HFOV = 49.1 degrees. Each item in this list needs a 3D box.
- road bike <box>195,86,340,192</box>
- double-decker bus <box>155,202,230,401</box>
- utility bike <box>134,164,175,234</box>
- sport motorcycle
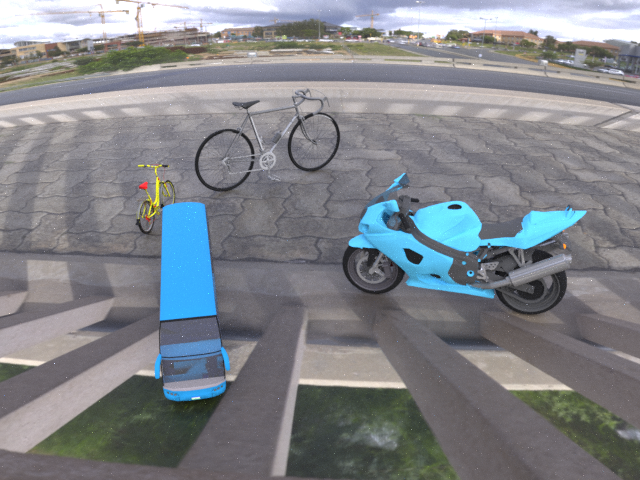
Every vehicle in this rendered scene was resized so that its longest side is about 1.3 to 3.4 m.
[{"bbox_3d":[-0.891,-1.850,12.723,3.004,1.656,0.696,-16,31,-28],"label":"road bike"},{"bbox_3d":[-1.596,0.644,8.556,0.756,1.052,3.251,-5,28,-10],"label":"double-decker bus"},{"bbox_3d":[-2.720,-0.729,11.327,0.535,0.946,1.435,6,28,11],"label":"utility bike"},{"bbox_3d":[1.740,0.120,8.976,2.955,1.596,0.983,6,28,12],"label":"sport motorcycle"}]
